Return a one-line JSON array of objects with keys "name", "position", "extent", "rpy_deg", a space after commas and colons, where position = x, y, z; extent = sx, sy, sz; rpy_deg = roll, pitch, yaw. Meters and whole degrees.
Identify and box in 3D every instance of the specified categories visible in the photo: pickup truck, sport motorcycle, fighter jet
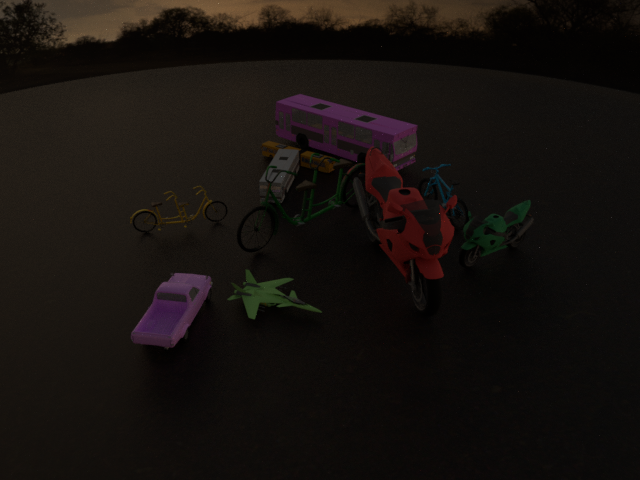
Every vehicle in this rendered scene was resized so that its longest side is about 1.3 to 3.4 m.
[{"name": "pickup truck", "position": [-1.963, 0.886, 9.421], "extent": [0.640, 0.511, 1.603], "rpy_deg": [5, 29, 9]}, {"name": "sport motorcycle", "position": [1.186, -0.196, 10.275], "extent": [0.983, 1.596, 2.955], "rpy_deg": [-7, 29, -12]}, {"name": "fighter jet", "position": [-0.582, 0.777, 9.857], "extent": [1.358, 0.286, 1.147], "rpy_deg": [13, 31, 23]}, {"name": "sport motorcycle", "position": [2.730, -0.101, 10.912], "extent": [1.520, 0.821, 0.506], "rpy_deg": [-20, 34, -32]}]

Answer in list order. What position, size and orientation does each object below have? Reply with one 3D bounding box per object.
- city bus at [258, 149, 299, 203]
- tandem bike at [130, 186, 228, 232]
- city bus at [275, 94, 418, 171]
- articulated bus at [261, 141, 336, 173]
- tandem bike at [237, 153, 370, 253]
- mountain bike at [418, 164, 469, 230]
[{"name": "city bus", "position": [-0.757, -1.222, 13.354], "extent": [0.476, 0.460, 1.674], "rpy_deg": [5, 29, 8]}, {"name": "tandem bike", "position": [-2.380, -0.520, 11.830], "extent": [1.642, 0.682, 0.283], "rpy_deg": [-9, 30, -16]}, {"name": "city bus", "position": [0.487, -2.262, 14.812], "extent": [3.255, 0.894, 0.926], "rpy_deg": [23, 36, 36]}, {"name": "articulated bus", "position": [-0.464, -1.721, 14.450], "extent": [1.749, 0.289, 0.311], "rpy_deg": [19, 34, 30]}, {"name": "tandem bike", "position": [-0.140, -0.804, 11.677], "extent": [3.192, 1.326, 0.550], "rpy_deg": [-25, 37, -38]}, {"name": "mountain bike", "position": [2.130, -0.772, 12.098], "extent": [0.573, 0.868, 1.469], "rpy_deg": [-13, 31, -23]}]
